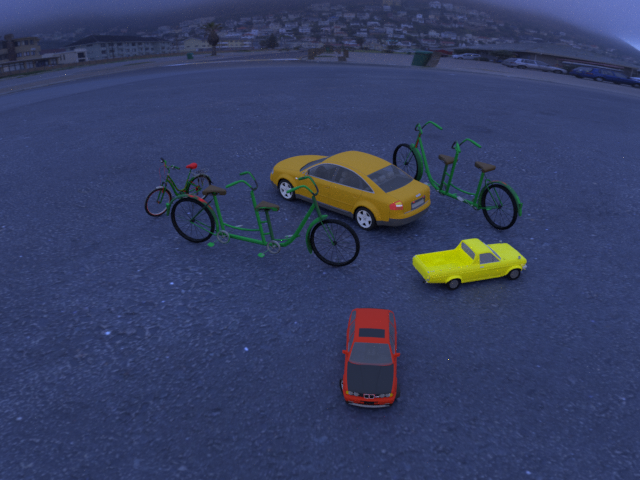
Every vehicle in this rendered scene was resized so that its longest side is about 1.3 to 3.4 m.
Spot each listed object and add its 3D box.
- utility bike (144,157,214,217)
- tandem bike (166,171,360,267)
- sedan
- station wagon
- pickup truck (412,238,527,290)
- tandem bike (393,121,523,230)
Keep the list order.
[{"bbox_3d":[-2.389,-0.950,12.034,1.435,0.946,0.535,-24,36,-39],"label":"utility bike"},{"bbox_3d":[-0.922,-0.379,10.502,3.192,1.326,0.550,9,29,17],"label":"tandem bike"},{"bbox_3d":[0.451,-1.042,12.221,3.137,0.940,1.235,22,34,36],"label":"sedan"},{"bbox_3d":[0.595,1.296,8.164,0.682,0.473,1.597,2,27,5],"label":"station wagon"},{"bbox_3d":[2.156,0.299,10.071,1.603,0.511,0.640,-8,28,-15],"label":"pickup truck"},{"bbox_3d":[2.287,-1.213,12.132,0.550,1.326,3.192,-17,32,-30],"label":"tandem bike"}]
